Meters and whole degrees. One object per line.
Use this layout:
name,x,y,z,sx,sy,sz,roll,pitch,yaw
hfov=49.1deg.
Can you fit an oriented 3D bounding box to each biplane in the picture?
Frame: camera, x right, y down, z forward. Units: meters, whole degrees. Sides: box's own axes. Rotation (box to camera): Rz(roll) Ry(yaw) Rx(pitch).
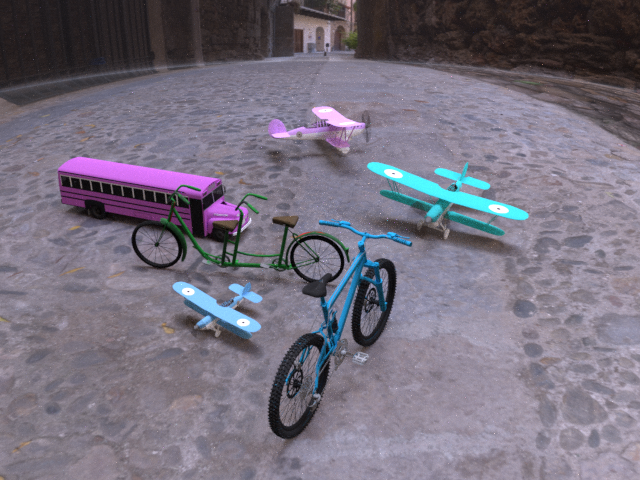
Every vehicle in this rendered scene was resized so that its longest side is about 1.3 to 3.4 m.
biplane,-0.006,-2.225,14.235,2.120,0.981,2.598,-6,28,-12
biplane,-1.198,0.881,8.830,1.336,0.504,1.090,17,32,29
biplane,2.086,-0.663,11.258,2.598,0.981,2.120,13,30,23

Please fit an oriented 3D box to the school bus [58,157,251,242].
school bus,-2.720,-0.702,11.479,3.322,0.844,0.709,10,29,19

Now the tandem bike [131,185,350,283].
tandem bike,-1.159,-0.064,9.746,3.192,1.326,0.550,5,28,9

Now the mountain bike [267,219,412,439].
mountain bike,0.240,0.847,7.620,1.114,1.688,2.857,14,31,25
